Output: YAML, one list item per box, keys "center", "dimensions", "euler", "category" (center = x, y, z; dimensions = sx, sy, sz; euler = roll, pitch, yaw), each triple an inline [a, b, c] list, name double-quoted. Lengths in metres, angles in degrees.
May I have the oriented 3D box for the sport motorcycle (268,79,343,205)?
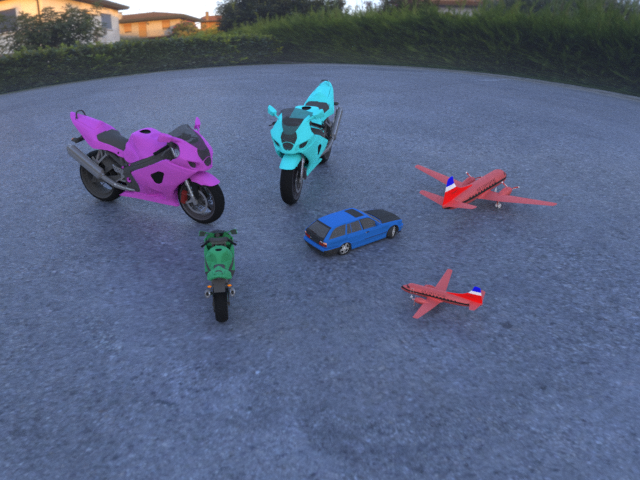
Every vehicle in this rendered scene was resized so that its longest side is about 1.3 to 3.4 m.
- center: [-0.221, -1.820, 12.605]
  dimensions: [0.983, 1.596, 2.955]
  euler: [6, 28, 13]
  category: "sport motorcycle"

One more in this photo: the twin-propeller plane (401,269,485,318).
- center: [1.559, 0.672, 9.025]
  dimensions: [1.095, 0.407, 1.370]
  euler: [13, 30, 24]
  category: "twin-propeller plane"

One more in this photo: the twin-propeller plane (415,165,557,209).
- center: [2.627, -0.941, 11.766]
  dimensions: [2.663, 0.792, 2.129]
  euler: [21, 34, 35]
  category: "twin-propeller plane"

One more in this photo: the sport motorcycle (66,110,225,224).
- center: [-2.834, -1.211, 11.409]
  dimensions: [2.955, 1.596, 0.983]
  euler: [13, 30, 24]
  category: "sport motorcycle"

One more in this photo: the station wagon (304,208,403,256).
- center: [0.542, -0.211, 10.684]
  dimensions: [1.597, 0.473, 0.682]
  euler: [-18, 32, -31]
  category: "station wagon"

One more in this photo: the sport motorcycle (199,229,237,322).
- center: [-1.297, 0.409, 9.084]
  dimensions: [0.506, 0.821, 1.520]
  euler: [-3, 27, -7]
  category: "sport motorcycle"
